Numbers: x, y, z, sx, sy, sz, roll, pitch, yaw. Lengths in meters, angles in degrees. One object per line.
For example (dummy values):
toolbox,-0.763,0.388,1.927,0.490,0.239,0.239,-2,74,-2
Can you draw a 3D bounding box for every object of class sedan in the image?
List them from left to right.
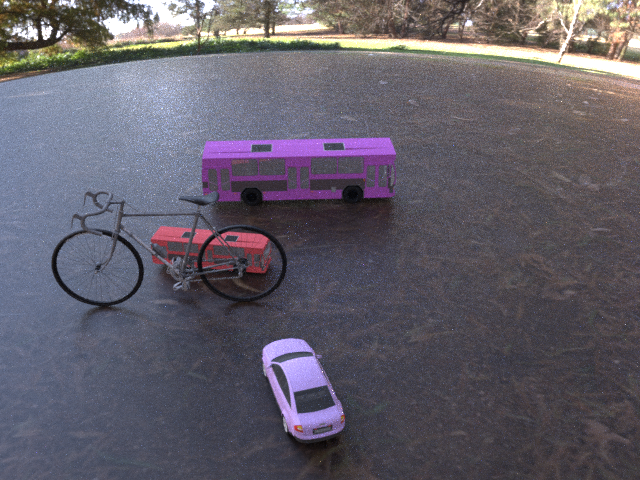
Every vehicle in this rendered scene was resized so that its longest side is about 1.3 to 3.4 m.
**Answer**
sedan,-0.214,1.527,7.590,0.635,0.483,1.613,-9,30,-16

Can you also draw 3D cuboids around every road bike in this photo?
road bike,-1.929,0.124,8.913,3.004,1.656,0.697,-1,29,-3

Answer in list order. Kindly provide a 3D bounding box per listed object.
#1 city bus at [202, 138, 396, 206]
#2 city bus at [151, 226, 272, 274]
city bus,-0.359,-1.176,12.046,3.255,0.894,0.926,-2,29,-3
city bus,-1.561,0.155,10.091,1.674,0.460,0.476,5,29,8
